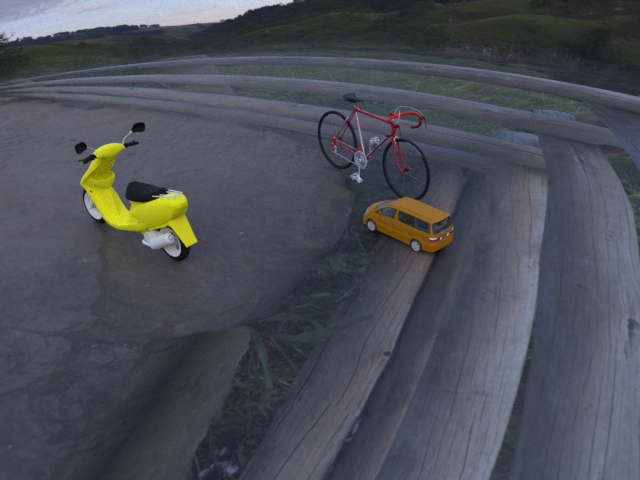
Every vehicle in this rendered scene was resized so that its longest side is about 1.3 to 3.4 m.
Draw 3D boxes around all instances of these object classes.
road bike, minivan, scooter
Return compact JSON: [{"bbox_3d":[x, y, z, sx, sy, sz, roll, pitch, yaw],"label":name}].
[{"bbox_3d":[0.924,-1.804,12.886,0.697,1.656,3.004,-23,37,-34],"label":"road bike"},{"bbox_3d":[1.408,-0.331,11.373,0.681,0.616,1.548,-26,39,-37],"label":"minivan"},{"bbox_3d":[-2.960,-0.769,10.961,2.721,1.786,1.288,22,37,33],"label":"scooter"}]
